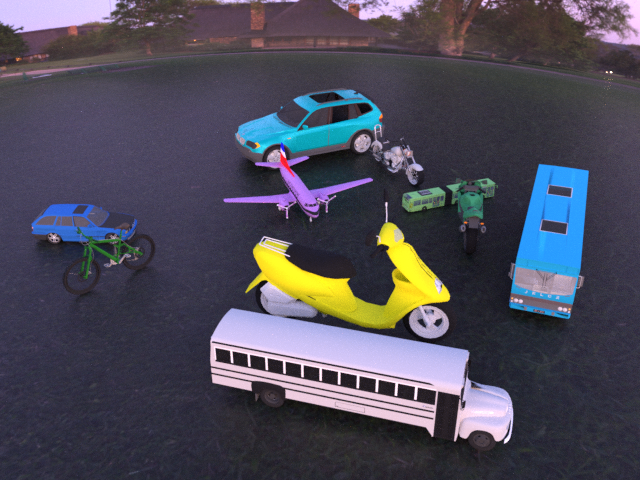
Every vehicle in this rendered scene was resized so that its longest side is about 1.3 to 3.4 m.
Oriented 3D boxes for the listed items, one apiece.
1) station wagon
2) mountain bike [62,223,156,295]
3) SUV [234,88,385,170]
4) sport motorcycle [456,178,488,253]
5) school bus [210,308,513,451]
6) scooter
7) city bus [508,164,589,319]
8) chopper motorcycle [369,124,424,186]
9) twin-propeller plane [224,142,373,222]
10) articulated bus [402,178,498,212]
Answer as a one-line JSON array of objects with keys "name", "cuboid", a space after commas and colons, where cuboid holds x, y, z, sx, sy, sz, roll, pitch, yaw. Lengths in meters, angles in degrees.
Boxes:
[{"name": "station wagon", "cuboid": [-3.752, -0.283, 11.186, 1.597, 0.473, 0.682, 1, 30, 2]}, {"name": "mountain bike", "cuboid": [-2.988, 0.203, 9.931, 0.573, 0.868, 1.469, 26, 39, 38]}, {"name": "SUV", "cuboid": [-0.197, -2.304, 14.083, 3.058, 1.128, 1.276, -13, 32, -22]}, {"name": "sport motorcycle", "cuboid": [2.383, -0.426, 11.085, 0.506, 0.821, 1.520, 4, 30, 7]}, {"name": "school bus", "cuboid": [0.444, 1.487, 7.693, 3.322, 0.844, 0.709, 8, 31, 14]}, {"name": "scooter", "cuboid": [0.374, 0.384, 8.682, 2.721, 1.786, 1.288, 7, 30, 12]}, {"name": "city bus", "cuboid": [3.440, -0.070, 10.384, 0.926, 0.894, 3.255, 10, 31, 17]}, {"name": "chopper motorcycle", "cuboid": [1.459, -1.611, 13.234, 0.466, 0.761, 1.563, -16, 33, -26]}, {"name": "twin-propeller plane", "cuboid": [-0.400, -1.004, 12.133, 2.663, 0.792, 2.129, -9, 31, -16]}, {"name": "articulated bus", "cuboid": [2.276, -0.788, 12.263, 1.749, 0.289, 0.311, -11, 31, -19]}]
